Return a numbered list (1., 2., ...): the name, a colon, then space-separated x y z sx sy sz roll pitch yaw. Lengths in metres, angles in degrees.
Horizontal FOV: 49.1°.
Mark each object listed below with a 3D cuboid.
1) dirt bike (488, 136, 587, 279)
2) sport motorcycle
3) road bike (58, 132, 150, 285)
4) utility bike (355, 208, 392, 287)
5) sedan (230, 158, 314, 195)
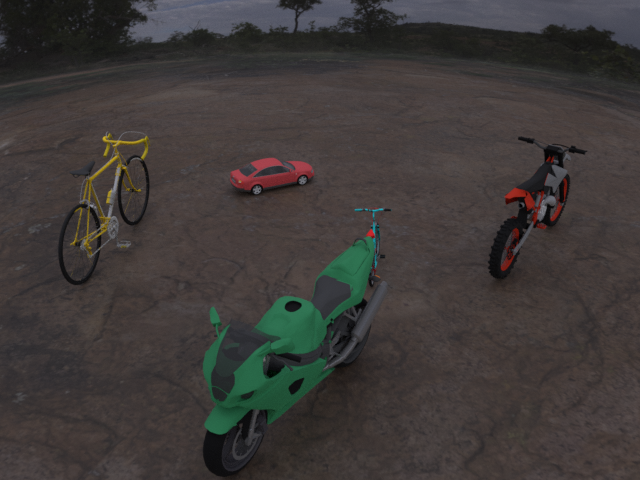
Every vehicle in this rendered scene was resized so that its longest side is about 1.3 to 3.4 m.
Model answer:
1. dirt bike: 3.267 -0.601 10.606 1.024 1.666 2.903 20 35 31
2. sport motorcycle: -0.239 1.165 7.484 0.983 1.596 2.955 18 34 29
3. road bike: -3.223 -0.593 10.602 0.696 1.656 3.004 5 29 9
4. utility bike: 0.741 0.029 10.210 0.535 0.946 1.435 4 29 8
5. sedan: -0.873 -1.252 13.006 1.613 0.483 0.635 -14 32 -24
